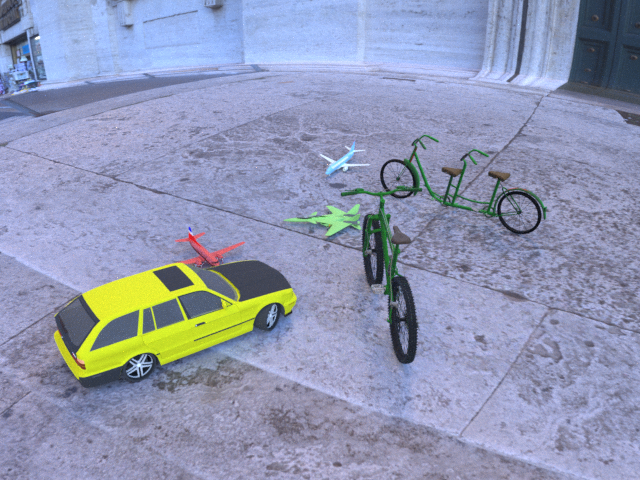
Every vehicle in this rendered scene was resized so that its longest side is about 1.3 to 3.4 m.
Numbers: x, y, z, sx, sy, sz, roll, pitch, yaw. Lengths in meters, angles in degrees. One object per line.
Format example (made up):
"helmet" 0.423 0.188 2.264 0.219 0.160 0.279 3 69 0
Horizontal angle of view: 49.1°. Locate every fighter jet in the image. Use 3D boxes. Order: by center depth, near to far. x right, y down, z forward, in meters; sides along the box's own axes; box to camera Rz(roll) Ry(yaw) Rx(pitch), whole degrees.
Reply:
"fighter jet" 0.036 -0.410 12.135 1.358 0.286 1.147 1 28 1

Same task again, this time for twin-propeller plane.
"twin-propeller plane" -1.831 0.151 10.969 1.370 0.407 1.095 -18 33 -29

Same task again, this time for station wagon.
"station wagon" -1.804 0.857 9.125 3.105 0.920 1.327 -18 33 -29

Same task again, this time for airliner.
"airliner" 0.438 -1.691 14.354 1.161 0.429 1.307 15 32 25

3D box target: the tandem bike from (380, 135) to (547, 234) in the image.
"tandem bike" 2.410 -1.018 12.167 3.192 1.326 0.550 19 34 32

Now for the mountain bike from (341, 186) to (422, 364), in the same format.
"mountain bike" 0.900 0.309 9.331 1.114 1.688 2.857 -4 29 -7
